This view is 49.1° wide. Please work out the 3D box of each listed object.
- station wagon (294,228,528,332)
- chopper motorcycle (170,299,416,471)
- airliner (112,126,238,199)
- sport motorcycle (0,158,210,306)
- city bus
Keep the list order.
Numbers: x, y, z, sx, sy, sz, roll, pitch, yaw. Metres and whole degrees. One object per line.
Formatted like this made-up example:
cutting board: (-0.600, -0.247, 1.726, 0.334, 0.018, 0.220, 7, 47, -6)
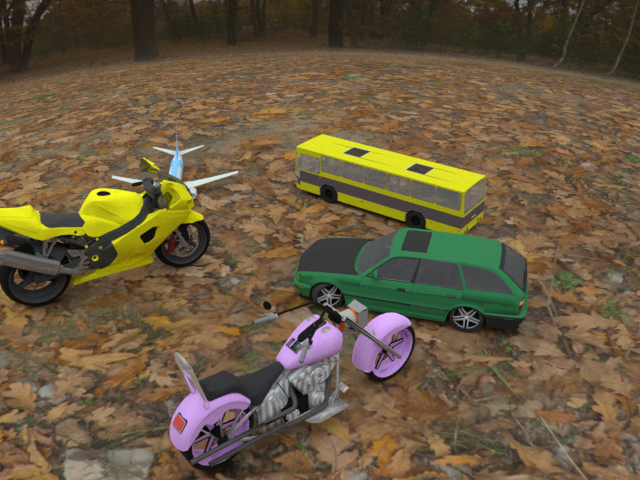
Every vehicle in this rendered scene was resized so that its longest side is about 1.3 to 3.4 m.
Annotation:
station wagon: (1.196, 0.395, 9.345, 3.105, 0.920, 1.327, 8, 30, 14)
chopper motorcycle: (-0.151, 1.253, 7.193, 3.040, 1.480, 0.906, -21, 35, -33)
airliner: (-2.598, -1.218, 12.385, 2.257, 0.835, 2.541, -3, 29, -5)
sport motorcycle: (-2.917, -0.081, 9.511, 2.955, 1.596, 0.983, -15, 32, -25)
city bus: (1.106, -0.931, 11.798, 3.255, 0.894, 0.926, 19, 34, 31)
